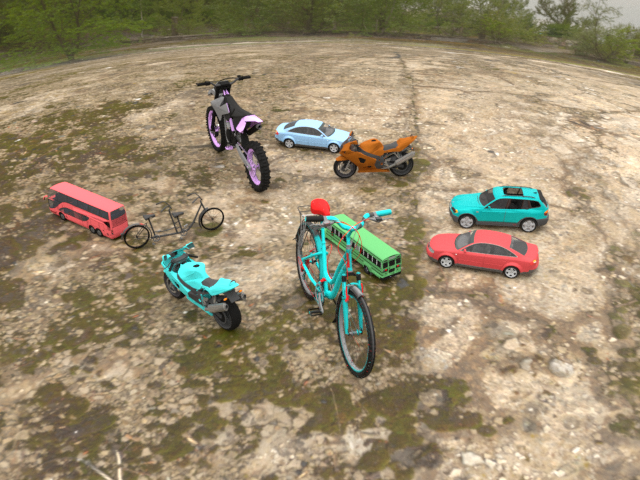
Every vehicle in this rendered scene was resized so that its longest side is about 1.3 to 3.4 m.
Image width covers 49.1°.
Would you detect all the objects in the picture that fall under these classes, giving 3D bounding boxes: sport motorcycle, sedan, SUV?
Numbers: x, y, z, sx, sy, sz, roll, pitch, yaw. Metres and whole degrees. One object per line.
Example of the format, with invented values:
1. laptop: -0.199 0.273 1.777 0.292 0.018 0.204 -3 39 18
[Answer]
1. sport motorcycle: -1.555 0.603 9.066 1.520 0.821 0.506 24 38 35
2. sedan: -0.106 -2.133 14.099 1.613 0.483 0.635 8 31 13
3. sedan: 2.369 0.133 10.209 1.613 0.483 0.635 9 31 15
4. sport motorcycle: 0.996 -1.524 12.718 1.520 0.821 0.506 -3 30 -5
5. SUV: 2.883 -0.548 11.281 1.572 0.580 0.656 4 30 6

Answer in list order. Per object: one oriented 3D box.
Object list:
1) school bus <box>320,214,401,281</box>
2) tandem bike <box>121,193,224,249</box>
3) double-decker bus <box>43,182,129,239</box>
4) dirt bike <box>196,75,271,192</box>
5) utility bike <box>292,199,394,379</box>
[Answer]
1. school bus: 0.550 0.048 10.404 0.365 0.434 1.708 -18 35 -28
2. tandem bike: -2.255 -0.308 10.769 1.642 0.682 0.283 -15 33 -24
3. double-decker bus: -3.760 -0.495 11.230 1.672 0.541 0.389 20 36 30
4. dirt bike: -1.584 -2.053 12.787 1.024 1.666 2.903 -15 33 -24
5. utility bike: 0.217 0.294 8.586 1.039 1.839 2.791 -10 32 -16
